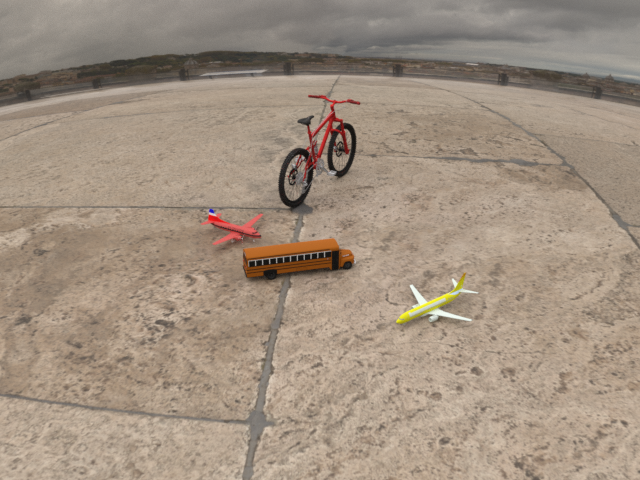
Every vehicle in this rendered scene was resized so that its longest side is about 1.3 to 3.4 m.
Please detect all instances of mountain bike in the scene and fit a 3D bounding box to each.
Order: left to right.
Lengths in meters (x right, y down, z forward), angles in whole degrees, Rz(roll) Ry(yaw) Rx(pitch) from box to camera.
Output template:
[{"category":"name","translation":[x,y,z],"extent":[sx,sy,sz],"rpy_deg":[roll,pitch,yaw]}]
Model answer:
[{"category":"mountain bike","translation":[0.016,-1.737,13.249],"extent":[1.114,1.688,2.857],"rpy_deg":[14,30,26]}]

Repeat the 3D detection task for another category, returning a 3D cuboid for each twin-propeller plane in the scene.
[{"category":"twin-propeller plane","translation":[-1.433,-0.238,11.662],"extent":[1.095,0.407,1.370],"rpy_deg":[14,30,27]}]

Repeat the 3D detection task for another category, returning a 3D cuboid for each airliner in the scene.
[{"category":"airliner","translation":[1.533,0.808,9.521],"extent":[1.307,0.429,1.161],"rpy_deg":[-18,32,-32]}]

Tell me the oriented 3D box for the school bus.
[{"category":"school bus","translation":[-0.302,0.273,10.597],"extent":[1.708,0.434,0.365],"rpy_deg":[-7,27,-13]}]
